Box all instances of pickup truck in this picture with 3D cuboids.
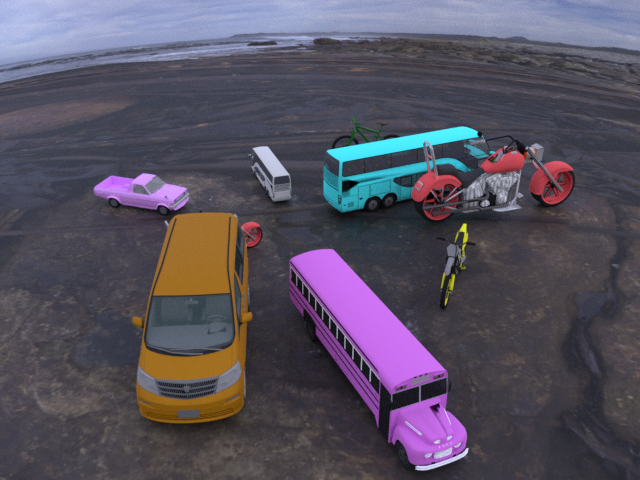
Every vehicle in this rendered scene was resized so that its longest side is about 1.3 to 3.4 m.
[{"bbox_3d":[-3.099,-0.854,12.148,1.603,0.511,0.640,9,30,16],"label":"pickup truck"}]

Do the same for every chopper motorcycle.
[{"bbox_3d":[-1.596,-0.097,10.497,1.563,0.761,0.466,-15,32,-26],"label":"chopper motorcycle"},{"bbox_3d":[2.942,-1.092,11.572,3.040,1.480,0.906,-10,30,-17],"label":"chopper motorcycle"}]

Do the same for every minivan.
[{"bbox_3d":[-1.453,0.804,8.389,1.324,1.197,3.011,-2,29,-3],"label":"minivan"}]

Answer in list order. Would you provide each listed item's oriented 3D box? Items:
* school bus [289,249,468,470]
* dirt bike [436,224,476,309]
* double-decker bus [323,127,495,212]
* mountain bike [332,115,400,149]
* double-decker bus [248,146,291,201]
[{"bbox_3d":[0.553,1.217,7.998,0.709,0.844,3.322,-12,31,-21],"label":"school bus"},{"bbox_3d":[1.870,0.299,9.671,0.527,0.857,1.493,10,30,18],"label":"dirt bike"},{"bbox_3d":[1.619,-1.277,12.360,3.251,1.052,0.756,-13,31,-22],"label":"double-decker bus"},{"bbox_3d":[0.962,-1.960,13.805,1.469,0.868,0.573,-1,29,-2],"label":"mountain bike"},{"bbox_3d":[-0.922,-1.242,12.828,0.389,0.541,1.672,-9,30,-17],"label":"double-decker bus"}]
